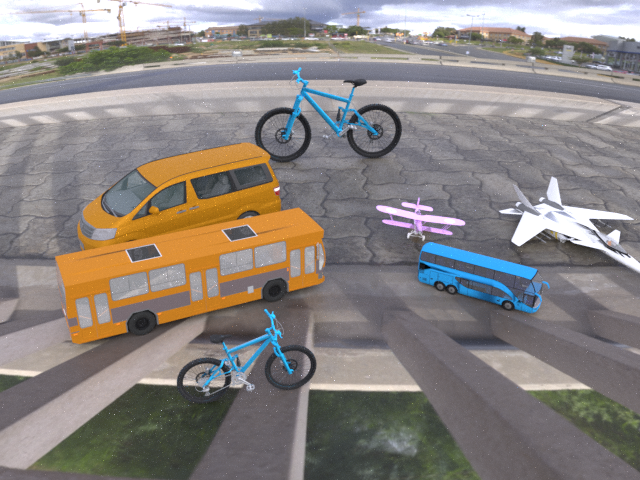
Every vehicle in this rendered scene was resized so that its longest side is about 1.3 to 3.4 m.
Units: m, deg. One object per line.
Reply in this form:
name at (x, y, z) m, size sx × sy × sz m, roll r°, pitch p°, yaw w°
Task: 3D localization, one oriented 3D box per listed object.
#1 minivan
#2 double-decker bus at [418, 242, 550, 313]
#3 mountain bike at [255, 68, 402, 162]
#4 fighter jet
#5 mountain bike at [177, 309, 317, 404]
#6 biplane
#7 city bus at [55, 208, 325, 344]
minivan at (-2.098, -0.577, 10.471) m, size 3.011 × 1.197 × 1.324 m, roll -16°, pitch 31°, yaw -28°
double-decker bus at (2.096, 0.491, 9.110) m, size 1.672 × 0.541 × 0.389 m, roll 15°, pitch 31°, yaw 27°
mountain bike at (0.174, -2.325, 13.339) m, size 2.857 × 1.688 × 1.114 m, roll -3°, pitch 27°, yaw -7°
fighter jet at (3.954, -0.189, 10.417) m, size 2.229 × 0.557 × 2.640 m, roll -11°, pitch 29°, yaw -21°
mountain bike at (-0.751, 1.265, 7.244) m, size 1.469 × 0.868 × 0.573 m, roll -6°, pitch 28°, yaw -12°
biplane at (1.526, -0.316, 10.722) m, size 1.336 × 0.504 × 1.090 m, roll 2°, pitch 27°, yaw 4°
city bus at (-1.555, 0.427, 8.848) m, size 3.255 × 0.894 × 0.926 m, roll -13°, pitch 30°, yaw -23°
